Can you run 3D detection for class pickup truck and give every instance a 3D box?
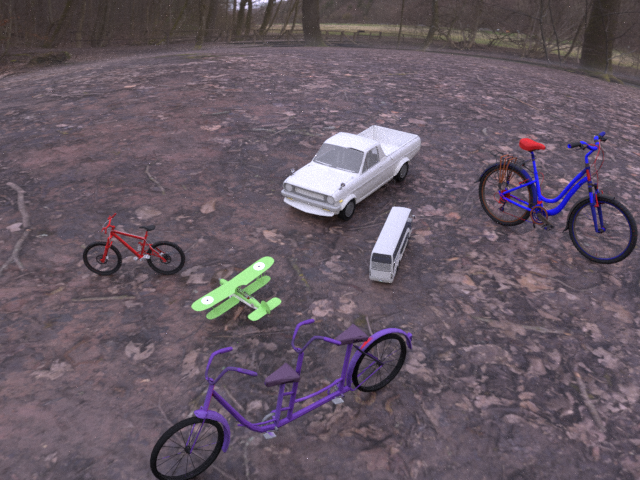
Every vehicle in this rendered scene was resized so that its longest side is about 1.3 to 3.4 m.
[{"bbox_3d":[0.637,-1.377,12.509,1.244,0.993,3.117,19,35,29],"label":"pickup truck"}]

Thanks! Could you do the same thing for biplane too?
[{"bbox_3d":[-1.030,0.753,9.296,1.336,0.504,1.090,-26,39,-37],"label":"biplane"}]

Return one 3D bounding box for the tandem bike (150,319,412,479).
[{"bbox_3d":[-0.270,1.468,7.228,3.192,1.326,0.550,-18,35,-29],"label":"tandem bike"}]

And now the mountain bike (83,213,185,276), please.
[{"bbox_3d":[-2.679,0.129,10.017,1.469,0.868,0.573,0,30,-1],"label":"mountain bike"}]

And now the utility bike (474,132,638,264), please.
[{"bbox_3d":[3.621,-0.834,10.718,1.039,1.839,2.791,-25,38,-37],"label":"utility bike"}]

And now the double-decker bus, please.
[{"bbox_3d":[1.094,0.025,10.524,0.389,0.541,1.672,8,31,14],"label":"double-decker bus"}]
